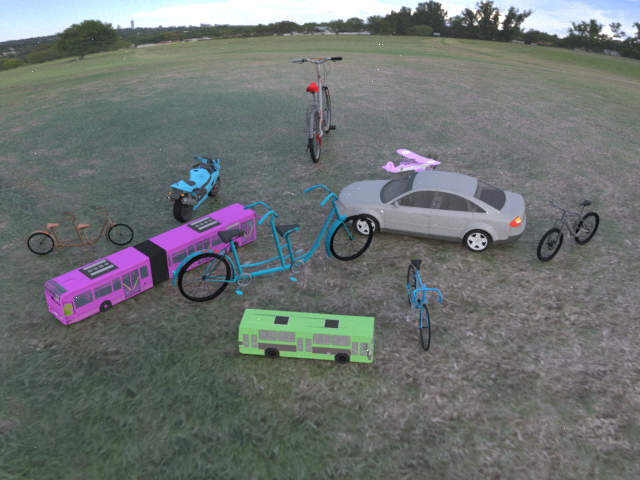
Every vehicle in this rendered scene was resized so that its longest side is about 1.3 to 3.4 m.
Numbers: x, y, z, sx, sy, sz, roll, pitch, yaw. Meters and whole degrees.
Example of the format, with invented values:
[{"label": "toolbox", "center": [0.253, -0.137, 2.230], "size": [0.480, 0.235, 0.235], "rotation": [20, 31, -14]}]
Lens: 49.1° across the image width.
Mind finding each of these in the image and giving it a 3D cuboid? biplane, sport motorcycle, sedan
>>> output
[{"label": "biplane", "center": [1.727, -1.432, 13.407], "size": [1.090, 0.504, 1.336], "rotation": [-13, 32, -22]}, {"label": "sport motorcycle", "center": [-2.141, -0.915, 12.178], "size": [0.506, 0.821, 1.520], "rotation": [11, 31, 18]}, {"label": "sedan", "center": [1.783, -0.604, 11.513], "size": [3.137, 0.940, 1.235], "rotation": [8, 31, 14]}]

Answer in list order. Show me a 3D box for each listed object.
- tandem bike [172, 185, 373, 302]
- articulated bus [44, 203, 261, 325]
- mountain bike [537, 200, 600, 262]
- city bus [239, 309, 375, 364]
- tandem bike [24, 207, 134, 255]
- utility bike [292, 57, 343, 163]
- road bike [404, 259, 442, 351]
[{"label": "tandem bike", "center": [-0.594, 0.019, 10.031], "size": [3.192, 1.326, 0.550], "rotation": [-15, 33, -24]}, {"label": "articulated bus", "center": [-2.342, 0.272, 10.359], "size": [0.605, 0.561, 3.401], "rotation": [26, 39, 38]}, {"label": "mountain bike", "center": [3.889, -0.191, 10.861], "size": [1.469, 0.868, 0.573], "rotation": [-19, 35, -30]}, {"label": "city bus", "center": [-0.159, 1.218, 8.800], "size": [1.674, 0.460, 0.476], "rotation": [3, 30, 6]}, {"label": "tandem bike", "center": [-3.776, -0.133, 10.947], "size": [1.642, 0.682, 0.283], "rotation": [-7, 30, -12]}, {"label": "utility bike", "center": [-0.101, -2.786, 14.434], "size": [1.039, 1.839, 2.791], "rotation": [4, 30, 7]}, {"label": "road bike", "center": [1.298, 0.761, 9.207], "size": [0.358, 0.852, 1.545], "rotation": [-2, 30, -3]}]
